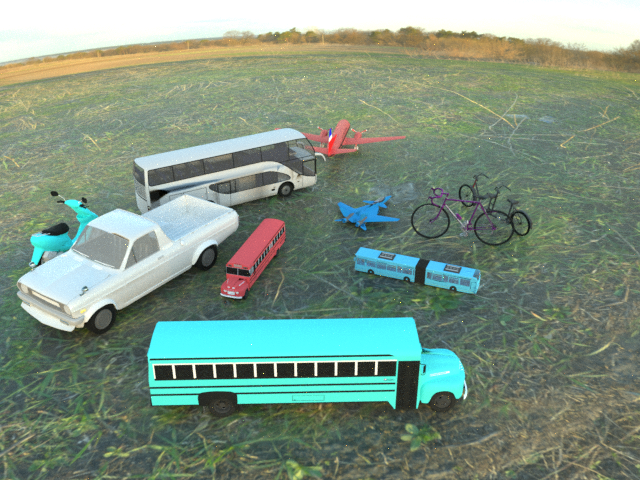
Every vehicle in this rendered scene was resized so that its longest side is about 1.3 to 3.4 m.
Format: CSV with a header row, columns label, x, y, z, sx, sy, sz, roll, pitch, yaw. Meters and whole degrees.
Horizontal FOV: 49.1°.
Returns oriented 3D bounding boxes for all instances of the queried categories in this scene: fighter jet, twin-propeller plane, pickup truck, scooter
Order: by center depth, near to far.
label,x,y,z,sx,sy,sz,roll,pitch,yaw
pickup truck,-2.490,0.127,9.492,1.244,0.993,3.117,18,33,30
scooter,-3.679,-0.181,10.147,0.662,0.919,1.399,12,30,21
fighter jet,0.849,-0.575,11.554,1.147,0.286,1.358,18,33,30
twin-propeller plane,0.352,-2.116,13.897,2.663,0.792,2.129,5,29,9

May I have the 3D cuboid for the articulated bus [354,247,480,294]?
label,x,y,z,sx,sy,sz,roll,pitch,yaw
articulated bus,1.322,0.416,9.699,1.749,0.289,0.311,11,30,20

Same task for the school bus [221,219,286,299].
label,x,y,z,sx,sy,sz,roll,pitch,yaw
school bus,-0.928,0.250,9.855,0.365,0.434,1.708,8,29,15

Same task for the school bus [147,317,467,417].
label,x,y,z,sx,sy,sz,roll,pitch,yaw
school bus,-0.099,1.316,7.429,3.322,0.844,0.709,-1,28,-1

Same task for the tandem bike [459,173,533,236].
label,x,y,z,sx,sy,sz,roll,pitch,yaw
tandem bike,2.790,-0.614,11.206,0.283,0.682,1.642,-16,32,-28

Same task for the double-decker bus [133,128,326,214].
label,x,y,z,sx,sy,sz,roll,pitch,yaw
double-decker bus,-1.472,-1.124,11.767,3.251,1.052,0.756,-16,32,-28

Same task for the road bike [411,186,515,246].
label,x,y,z,sx,sy,sz,roll,pitch,yaw
road bike,2.145,-0.345,10.524,1.545,0.852,0.358,7,29,12
